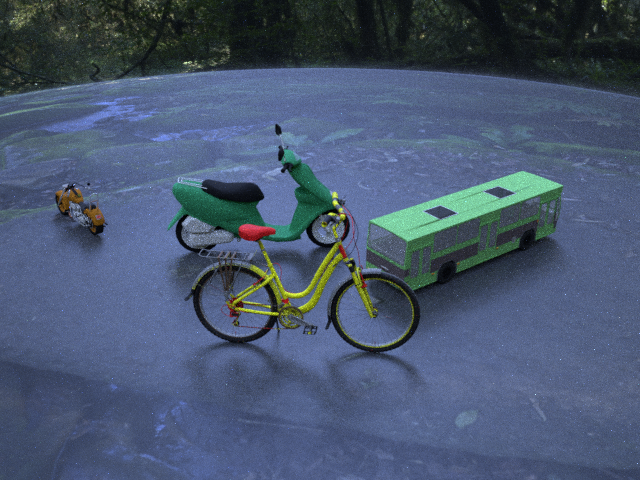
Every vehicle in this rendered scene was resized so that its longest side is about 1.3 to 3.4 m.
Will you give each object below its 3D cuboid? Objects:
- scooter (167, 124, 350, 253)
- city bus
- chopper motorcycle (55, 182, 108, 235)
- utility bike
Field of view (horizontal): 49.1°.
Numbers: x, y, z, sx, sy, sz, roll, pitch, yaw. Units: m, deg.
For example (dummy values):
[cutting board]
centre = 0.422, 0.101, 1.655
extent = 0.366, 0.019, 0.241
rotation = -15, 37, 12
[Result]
[scooter]
centre = -0.899, -0.656, 10.273
extent = 2.721, 1.786, 1.288
rotation = -2, 27, -5
[city bus]
centre = 2.180, -0.150, 10.256
extent = 3.255, 0.894, 0.926
rotation = -18, 32, -32
[chopper motorcycle]
centre = -3.916, -0.599, 11.309
extent = 0.466, 0.761, 1.563
rotation = -22, 34, -37
[utility bike]
centre = -0.220, 0.391, 8.109
extent = 2.791, 1.839, 1.039
rotation = 3, 27, 7
